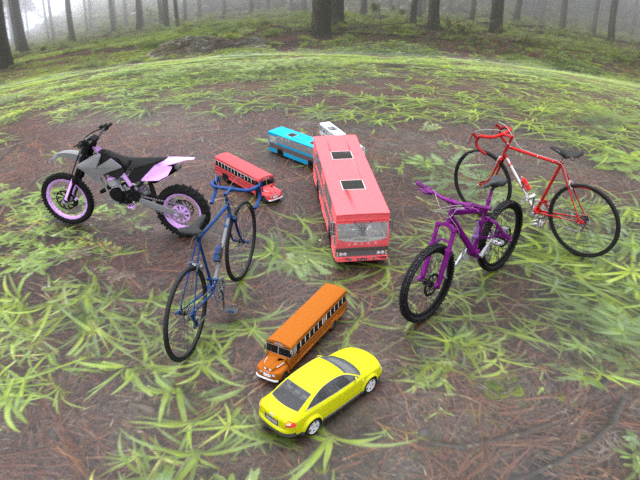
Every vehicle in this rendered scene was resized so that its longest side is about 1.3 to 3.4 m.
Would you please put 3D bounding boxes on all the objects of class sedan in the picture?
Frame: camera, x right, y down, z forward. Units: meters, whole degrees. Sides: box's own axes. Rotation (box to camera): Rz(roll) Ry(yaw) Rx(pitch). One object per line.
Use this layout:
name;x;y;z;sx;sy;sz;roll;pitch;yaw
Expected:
sedan;0.042;1.598;7.771;0.635;0.483;1.613;25;38;38

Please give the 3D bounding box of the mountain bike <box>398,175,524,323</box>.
mountain bike;1.997;-0.013;9.440;1.114;1.688;2.857;25;38;37

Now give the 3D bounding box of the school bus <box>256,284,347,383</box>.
school bus;-0.205;1.132;8.665;0.365;0.434;1.708;15;32;26

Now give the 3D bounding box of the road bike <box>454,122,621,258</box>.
road bike;3.320;-0.834;10.958;0.697;1.656;3.004;-23;37;-36

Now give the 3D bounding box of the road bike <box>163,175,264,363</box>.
road bike;-1.355;0.235;9.026;0.696;1.656;3.004;7;30;13

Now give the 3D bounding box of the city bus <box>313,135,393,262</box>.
city bus;0.440;-0.756;11.603;0.926;0.894;3.255;-3;29;-6

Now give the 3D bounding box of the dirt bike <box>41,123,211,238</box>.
dirt bike;-3.140;-0.885;11.039;2.903;1.666;1.024;6;29;10

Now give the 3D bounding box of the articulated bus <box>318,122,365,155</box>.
articulated bus;0.438;-2.075;14.614;0.311;0.289;1.749;-12;31;-21

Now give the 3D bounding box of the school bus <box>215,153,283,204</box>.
school bus;-1.314;-1.140;12.774;0.365;0.434;1.708;-23;36;-35

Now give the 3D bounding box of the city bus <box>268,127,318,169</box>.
city bus;-0.333;-1.801;13.942;1.674;0.460;0.476;25;38;38
